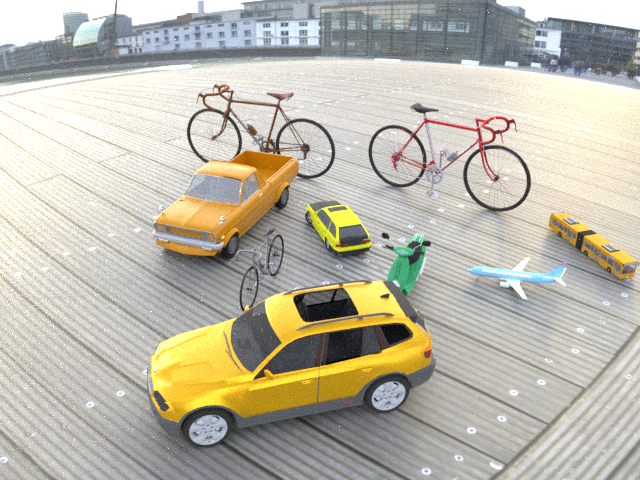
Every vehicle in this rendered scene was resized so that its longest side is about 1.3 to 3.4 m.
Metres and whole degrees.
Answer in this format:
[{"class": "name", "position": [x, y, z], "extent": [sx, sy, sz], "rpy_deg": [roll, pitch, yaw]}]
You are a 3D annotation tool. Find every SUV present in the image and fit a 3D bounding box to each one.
[{"class": "SUV", "position": [-0.297, 1.187, 7.451], "extent": [3.058, 1.128, 1.276], "rpy_deg": [-7, 29, -14]}]

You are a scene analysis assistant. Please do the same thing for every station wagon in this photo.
[{"class": "station wagon", "position": [0.261, -0.292, 10.948], "extent": [0.682, 0.473, 1.597], "rpy_deg": [-9, 29, -16]}]

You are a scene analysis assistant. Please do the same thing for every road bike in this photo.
[{"class": "road bike", "position": [2.141, -1.467, 11.905], "extent": [3.004, 1.656, 0.697], "rpy_deg": [17, 32, 29]}, {"class": "road bike", "position": [-0.767, 0.313, 9.400], "extent": [0.358, 0.852, 1.545], "rpy_deg": [9, 29, 16]}, {"class": "road bike", "position": [-1.145, -2.025, 12.960], "extent": [3.004, 1.656, 0.697], "rpy_deg": [9, 29, 17]}]

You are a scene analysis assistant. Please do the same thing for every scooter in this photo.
[{"class": "scooter", "position": [1.169, 0.297, 9.358], "extent": [0.662, 0.919, 1.399], "rpy_deg": [11, 30, 20]}]

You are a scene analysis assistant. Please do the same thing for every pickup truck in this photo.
[{"class": "pickup truck", "position": [-1.418, -0.759, 11.275], "extent": [1.244, 0.993, 3.117], "rpy_deg": [10, 30, 19]}]

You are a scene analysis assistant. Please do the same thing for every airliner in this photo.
[{"class": "airliner", "position": [2.720, 0.411, 9.666], "extent": [1.307, 0.429, 1.161], "rpy_deg": [8, 29, 15]}]

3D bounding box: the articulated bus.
[{"class": "articulated bus", "position": [4.053, 0.051, 10.496], "extent": [0.311, 0.289, 1.749], "rpy_deg": [-9, 29, -16]}]
